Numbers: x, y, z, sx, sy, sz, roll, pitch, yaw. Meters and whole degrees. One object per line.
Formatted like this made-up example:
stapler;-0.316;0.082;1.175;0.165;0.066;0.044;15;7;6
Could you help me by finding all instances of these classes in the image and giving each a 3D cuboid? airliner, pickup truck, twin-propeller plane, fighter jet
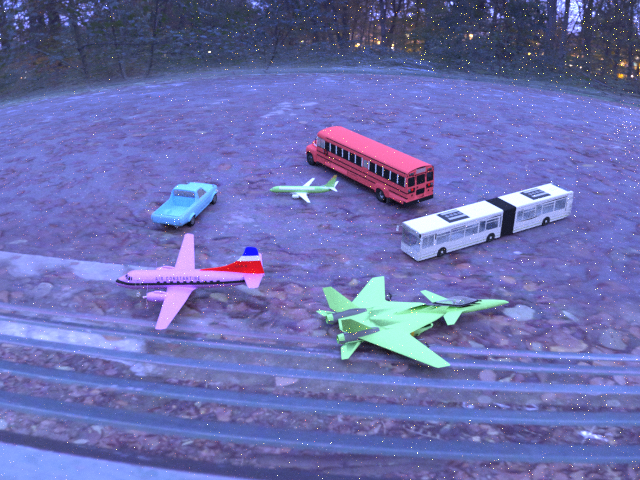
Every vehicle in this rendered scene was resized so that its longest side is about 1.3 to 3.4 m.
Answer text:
airliner;-0.310;-1.039;13.235;1.307;0.429;1.161;2;27;3
pickup truck;-2.383;-0.682;12.454;0.640;0.511;1.603;7;28;14
twin-propeller plane;-1.854;0.459;9.935;2.129;0.792;2.663;-1;27;-1
fighter jet;1.369;0.886;9.362;2.640;0.557;2.229;-8;28;-15

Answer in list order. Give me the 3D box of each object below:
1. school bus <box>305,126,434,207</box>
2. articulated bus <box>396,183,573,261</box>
school bus;0.849;-1.525;13.725;0.709;0.844;3.322;-18;32;-31
articulated bus;2.844;-0.342;11.740;3.401;0.561;0.605;-15;31;-26
